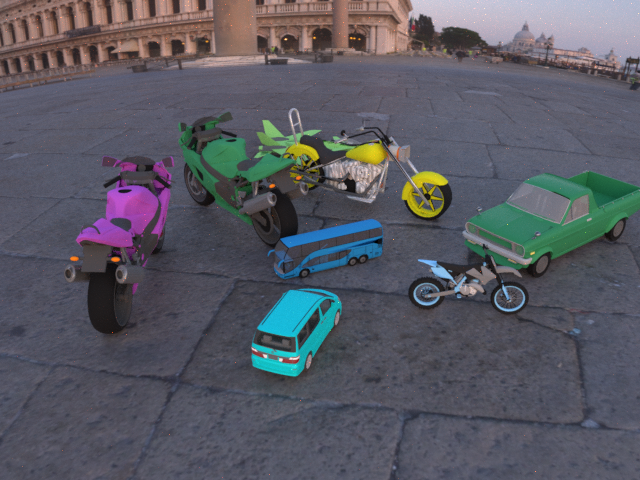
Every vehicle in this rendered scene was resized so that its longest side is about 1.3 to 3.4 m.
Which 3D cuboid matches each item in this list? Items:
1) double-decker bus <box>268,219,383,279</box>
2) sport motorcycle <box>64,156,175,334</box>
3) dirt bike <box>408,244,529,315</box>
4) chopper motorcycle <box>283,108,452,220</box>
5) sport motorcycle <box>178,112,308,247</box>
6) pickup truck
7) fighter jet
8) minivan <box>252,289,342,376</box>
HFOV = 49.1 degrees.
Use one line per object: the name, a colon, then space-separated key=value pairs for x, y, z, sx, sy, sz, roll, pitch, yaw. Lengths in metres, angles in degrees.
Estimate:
double-decker bus: x=0.106 y=0.131 z=9.875 sx=1.672 sy=0.541 sz=0.389 roll=-12 pitch=29 yaw=-23
sport motorcycle: x=-2.478 y=-0.070 z=9.103 sx=0.983 sy=1.596 sz=2.955 roll=1 pitch=27 yaw=2
dirt bike: x=1.865 y=0.527 z=8.741 sx=1.493 sy=0.857 sz=0.527 roll=3 pitch=27 yaw=7
chopper motorcycle: x=0.726 y=-1.273 z=11.609 sx=3.040 sy=1.480 sz=0.906 roll=14 pitch=30 yaw=25
sport motorcycle: x=-1.314 y=-0.965 z=10.871 sx=0.983 sy=1.596 sz=2.955 roll=-21 pitch=34 yaw=-36
pickup truck: x=3.577 y=-0.434 z=10.490 sx=3.117 sy=0.993 sz=1.244 roll=-19 pitch=33 yaw=-33
fighter jet: x=0.064 y=-1.988 z=14.045 sx=2.640 sy=0.557 sz=2.229 roll=2 pitch=27 yaw=4
minivan: x=-0.235 y=0.949 z=8.174 sx=0.681 sy=0.616 sz=1.548 roll=10 pitch=28 yaw=19
